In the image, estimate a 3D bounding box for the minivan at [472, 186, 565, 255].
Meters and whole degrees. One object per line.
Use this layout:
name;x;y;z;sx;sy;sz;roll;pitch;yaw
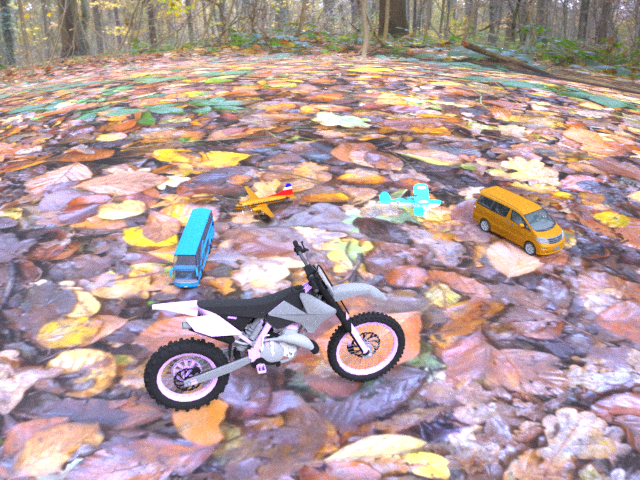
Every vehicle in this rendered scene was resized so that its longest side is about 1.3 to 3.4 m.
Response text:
minivan;3.153;-0.315;11.088;0.681;0.616;1.548;-18;33;-30

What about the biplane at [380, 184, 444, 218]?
biplane;1.552;-0.651;11.840;1.090;0.504;1.336;3;28;5

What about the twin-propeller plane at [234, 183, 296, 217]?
twin-propeller plane;-0.967;-0.718;12.069;1.095;0.407;1.370;-12;30;-21

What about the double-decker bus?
double-decker bus;-1.859;0.110;10.368;0.389;0.541;1.672;0;28;1

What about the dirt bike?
dirt bike;-0.448;0.989;7.515;2.903;1.666;1.024;-6;29;-12
